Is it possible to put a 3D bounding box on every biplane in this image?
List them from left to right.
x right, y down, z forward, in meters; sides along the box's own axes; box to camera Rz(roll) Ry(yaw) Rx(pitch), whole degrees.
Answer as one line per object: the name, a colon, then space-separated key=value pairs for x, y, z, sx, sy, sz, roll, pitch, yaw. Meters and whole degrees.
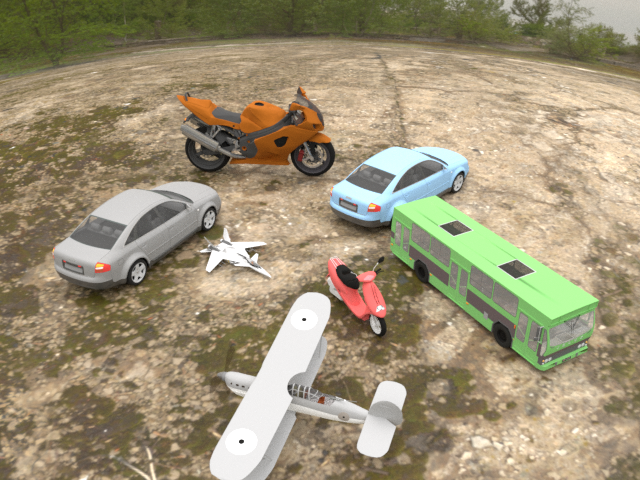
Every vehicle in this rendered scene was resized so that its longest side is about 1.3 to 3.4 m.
biplane: x=-0.163 y=1.732 z=7.484 sx=2.120 sy=0.981 sz=2.598 roll=10 pitch=32 yaw=17

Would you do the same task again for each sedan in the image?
sedan: x=-2.743 y=-0.288 z=10.936 sx=1.235 sy=0.940 sz=3.137 roll=15 pitch=34 yaw=23
sedan: x=1.485 y=-1.121 z=12.343 sx=1.235 sy=0.940 sz=3.137 roll=25 pitch=39 yaw=36

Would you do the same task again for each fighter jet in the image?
fighter jet: x=-1.201 y=0.233 z=10.697 sx=1.358 sy=0.286 sz=1.147 roll=27 pitch=40 yaw=37

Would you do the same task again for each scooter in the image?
scooter: x=0.484 y=0.622 z=9.419 sx=0.662 sy=0.919 sz=1.399 roll=-17 pitch=35 yaw=-26

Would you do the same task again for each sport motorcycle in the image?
sport motorcycle: x=-1.181 y=-1.992 z=13.169 sx=2.955 sy=1.596 sz=0.983 roll=3 pitch=31 yaw=5

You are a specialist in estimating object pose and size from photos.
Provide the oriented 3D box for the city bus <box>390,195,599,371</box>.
city bus: x=2.226 y=0.492 z=9.662 sx=0.926 sy=0.894 sz=3.255 roll=-16 pitch=34 yaw=-25
